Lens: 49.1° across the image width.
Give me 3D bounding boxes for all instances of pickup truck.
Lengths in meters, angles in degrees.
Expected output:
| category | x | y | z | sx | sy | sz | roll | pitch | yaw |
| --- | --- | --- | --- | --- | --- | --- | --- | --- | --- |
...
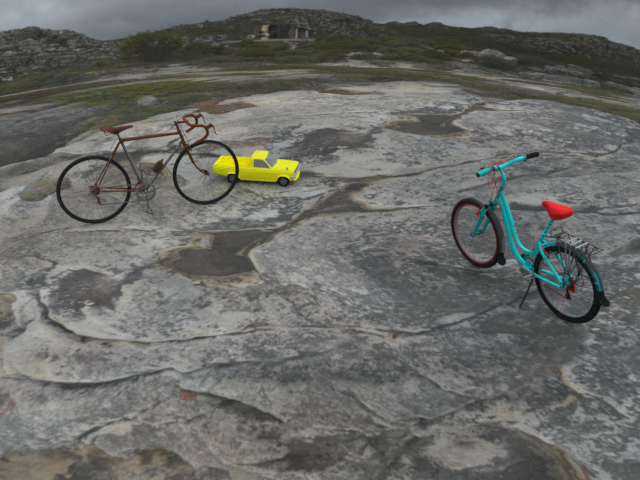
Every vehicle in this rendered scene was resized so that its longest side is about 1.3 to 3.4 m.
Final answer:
| category | x | y | z | sx | sy | sz | roll | pitch | yaw |
| --- | --- | --- | --- | --- | --- | --- | --- | --- | --- |
| pickup truck | -1.185 | -1.378 | 13.085 | 1.603 | 0.511 | 0.640 | 4 | 27 | 8 |

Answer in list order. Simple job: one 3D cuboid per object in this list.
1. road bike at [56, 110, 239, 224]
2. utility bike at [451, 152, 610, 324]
| category | x | y | z | sx | sy | sz | roll | pitch | yaw |
| --- | --- | --- | --- | --- | --- | --- | --- | --- | --- |
| road bike | -2.770 | -1.191 | 11.441 | 3.004 | 1.656 | 0.697 | -12 | 29 | -22 |
| utility bike | 2.569 | -0.083 | 9.035 | 1.039 | 1.839 | 2.791 | -15 | 30 | -27 |
